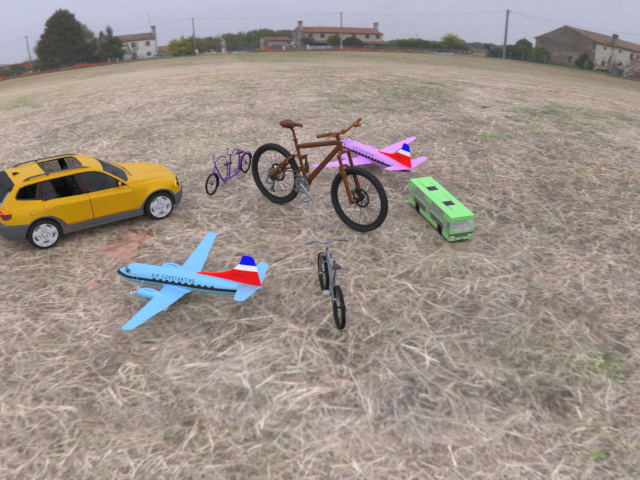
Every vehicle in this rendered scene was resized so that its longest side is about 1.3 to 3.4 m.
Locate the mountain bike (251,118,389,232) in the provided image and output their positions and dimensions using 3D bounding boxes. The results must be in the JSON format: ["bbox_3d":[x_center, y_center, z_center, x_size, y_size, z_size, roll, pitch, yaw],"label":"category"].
[{"bbox_3d":[-0.079,-1.160,11.525,2.857,1.688,1.114,20,34,33],"label":"mountain bike"}]

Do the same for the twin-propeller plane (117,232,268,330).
[{"bbox_3d":[-1.789,0.447,9.402,2.129,0.792,2.663,7,28,13],"label":"twin-propeller plane"}]

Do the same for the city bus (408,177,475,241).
[{"bbox_3d":[1.982,-0.523,11.630,0.476,0.460,1.674,-8,28,-15],"label":"city bus"}]

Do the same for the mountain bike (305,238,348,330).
[{"bbox_3d":[0.145,0.511,9.197,0.573,0.868,1.469,-6,28,-11],"label":"mountain bike"}]

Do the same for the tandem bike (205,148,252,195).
[{"bbox_3d":[-1.685,-1.384,13.046,0.283,0.682,1.642,12,30,22],"label":"tandem bike"}]

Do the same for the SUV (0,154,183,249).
[{"bbox_3d":[-3.806,-0.813,11.462,3.058,1.128,1.276,-17,32,-30],"label":"SUV"}]

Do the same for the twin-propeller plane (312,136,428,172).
[{"bbox_3d":[1.030,-1.732,13.598,2.663,0.792,2.129,-20,33,-33],"label":"twin-propeller plane"}]
